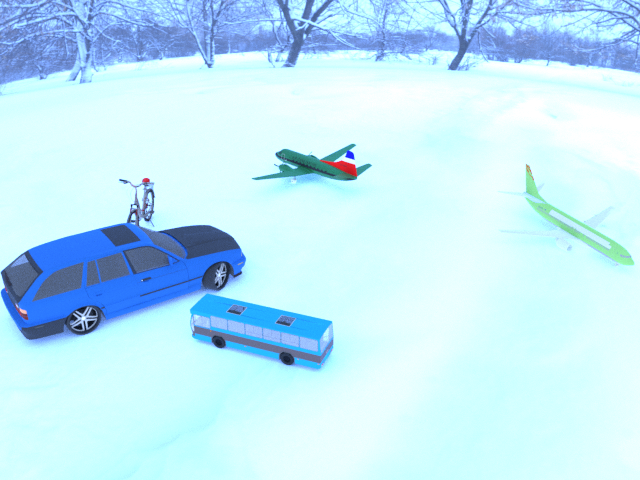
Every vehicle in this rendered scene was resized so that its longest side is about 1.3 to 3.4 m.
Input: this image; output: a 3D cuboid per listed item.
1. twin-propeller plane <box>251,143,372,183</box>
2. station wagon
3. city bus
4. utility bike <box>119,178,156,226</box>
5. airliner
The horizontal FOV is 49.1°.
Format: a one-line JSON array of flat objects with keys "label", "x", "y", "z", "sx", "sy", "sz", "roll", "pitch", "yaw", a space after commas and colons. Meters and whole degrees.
[{"label": "twin-propeller plane", "x": -0.105, "y": -1.474, "z": 12.927, "sx": 2.129, "sy": 0.792, "sz": 2.663, "roll": 24, "pitch": 35, "yaw": 39}, {"label": "station wagon", "x": -2.502, "y": 0.318, "z": 9.199, "sx": 3.105, "sy": 0.920, "sz": 1.327, "roll": -17, "pitch": 31, "yaw": -31}, {"label": "city bus", "x": -0.691, "y": 1.073, "z": 8.204, "sx": 1.674, "sy": 0.460, "sz": 0.476, "roll": 10, "pitch": 28, "yaw": 20}, {"label": "utility bike", "x": -2.764, "y": -0.569, "z": 10.944, "sx": 0.535, "sy": 0.946, "sz": 1.435, "roll": 2, "pitch": 27, "yaw": 4}, {"label": "airliner", "x": 3.874, "y": -0.386, "z": 10.702, "sx": 2.257, "sy": 0.835, "sz": 2.541, "roll": -11, "pitch": 29, "yaw": -21}]
